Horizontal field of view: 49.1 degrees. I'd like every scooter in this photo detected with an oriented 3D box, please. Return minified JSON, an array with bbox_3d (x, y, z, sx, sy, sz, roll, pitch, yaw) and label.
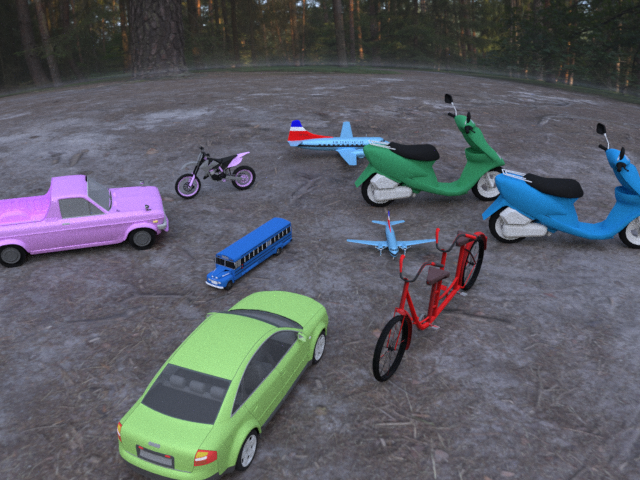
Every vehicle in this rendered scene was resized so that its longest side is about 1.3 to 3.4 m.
[{"bbox_3d":[3.854,-0.715,10.441,2.721,1.786,1.288,2,27,5],"label":"scooter"},{"bbox_3d":[1.951,-1.434,11.854,2.721,1.786,1.288,-3,27,-7],"label":"scooter"}]

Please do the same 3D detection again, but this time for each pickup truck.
[{"bbox_3d":[-3.923,-0.388,10.673,3.117,0.993,1.244,-8,28,-15],"label":"pickup truck"}]

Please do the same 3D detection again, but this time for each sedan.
[{"bbox_3d":[-0.871,1.292,7.429,1.235,0.940,3.137,11,29,20],"label":"sedan"}]

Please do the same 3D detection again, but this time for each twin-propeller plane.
[{"bbox_3d":[0.411,-2.042,14.148,2.129,0.792,2.663,0,27,-1],"label":"twin-propeller plane"},{"bbox_3d":[1.089,-0.069,10.693,1.370,0.407,1.095,0,27,-1],"label":"twin-propeller plane"}]

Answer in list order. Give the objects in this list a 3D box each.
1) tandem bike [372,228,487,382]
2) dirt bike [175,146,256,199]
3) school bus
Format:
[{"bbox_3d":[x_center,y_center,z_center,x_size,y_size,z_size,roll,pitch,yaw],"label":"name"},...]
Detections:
[{"bbox_3d":[1.449,0.507,8.547,0.550,1.326,3.192,16,31,29],"label":"tandem bike"},{"bbox_3d":[-1.856,-1.207,12.435,1.493,0.857,0.527,-11,29,-21],"label":"dirt bike"},{"bbox_3d":[-1.015,0.184,10.165,0.365,0.434,1.708,16,31,28],"label":"school bus"}]
